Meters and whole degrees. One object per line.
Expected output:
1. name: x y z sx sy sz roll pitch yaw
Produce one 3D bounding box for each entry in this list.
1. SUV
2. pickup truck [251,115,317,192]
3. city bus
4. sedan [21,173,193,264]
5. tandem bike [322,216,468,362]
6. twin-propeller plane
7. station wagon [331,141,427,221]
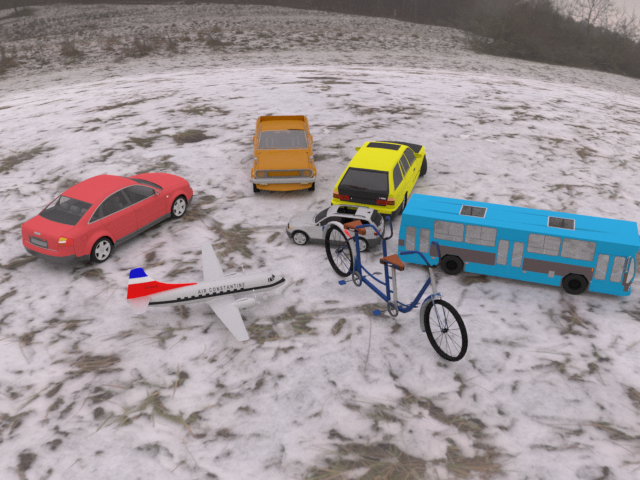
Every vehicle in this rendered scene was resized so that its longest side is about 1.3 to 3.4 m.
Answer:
1. SUV: 0.250 -0.248 11.144 1.572 0.580 0.656 6 28 12
2. pickup truck: -0.732 -1.875 13.856 1.244 0.993 3.117 -1 27 -3
3. city bus: 2.815 0.072 10.178 3.255 0.894 0.926 9 28 17
4. sedan: -3.338 -0.561 11.360 1.235 0.940 3.137 15 31 26
5. tandem bike: 0.872 0.364 9.139 0.550 1.326 3.192 -15 31 -27
6. twin-propeller plane: -1.482 0.582 9.299 2.129 0.792 2.663 -8 28 -16
7. station wagon: 1.171 -1.322 12.860 1.327 0.920 3.105 9 28 16
